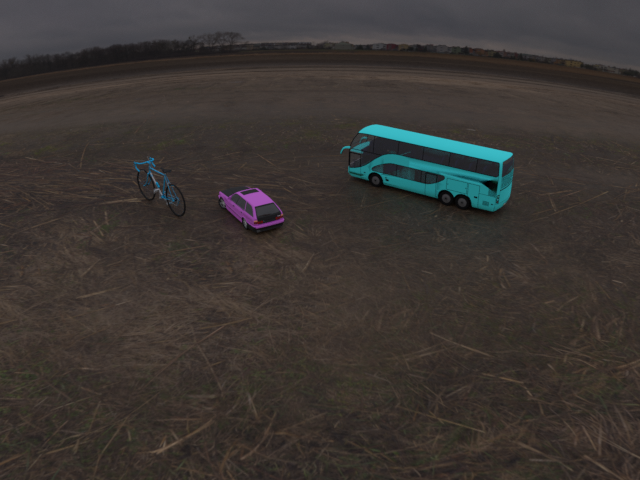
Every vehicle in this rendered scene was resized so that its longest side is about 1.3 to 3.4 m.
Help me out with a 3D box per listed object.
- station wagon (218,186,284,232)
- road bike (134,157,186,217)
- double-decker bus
[{"bbox_3d":[-1.231,-0.640,12.198,0.682,0.473,1.597,-15,31,-27],"label":"station wagon"},{"bbox_3d":[-2.838,-0.959,12.401,0.358,0.852,1.545,-24,36,-38],"label":"road bike"},{"bbox_3d":[1.938,-1.383,12.996,3.251,1.052,0.756,18,32,30],"label":"double-decker bus"}]
